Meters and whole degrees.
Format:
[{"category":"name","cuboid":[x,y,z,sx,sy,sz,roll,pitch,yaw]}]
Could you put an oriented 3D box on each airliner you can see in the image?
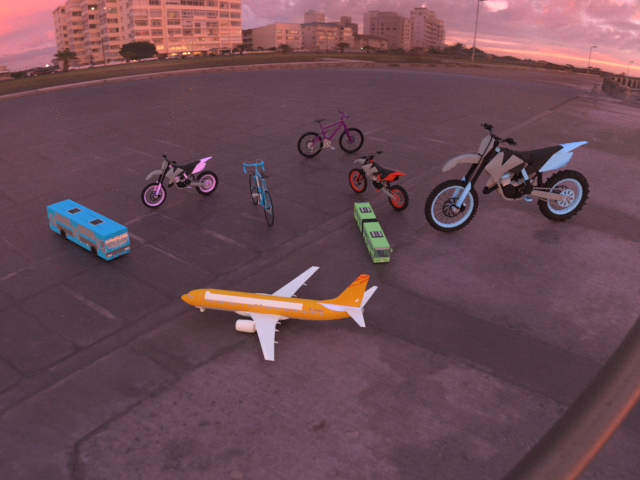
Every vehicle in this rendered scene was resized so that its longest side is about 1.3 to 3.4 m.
[{"category":"airliner","cuboid":[-0.595,0.675,8.882,2.541,0.835,2.257,6,27,12]}]

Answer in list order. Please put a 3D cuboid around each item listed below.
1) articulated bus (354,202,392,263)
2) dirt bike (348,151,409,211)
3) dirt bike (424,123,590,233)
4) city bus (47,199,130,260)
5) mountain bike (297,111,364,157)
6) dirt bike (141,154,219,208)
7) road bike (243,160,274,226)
[{"category":"articulated bus","cuboid":[0.812,-0.151,11.155,0.311,0.289,1.749,-3,27,-7]},{"category":"dirt bike","cuboid":[1.017,-1.075,12.375,0.527,0.857,1.493,-21,33,-35]},{"category":"dirt bike","cuboid":[3.079,-0.966,11.247,2.903,1.666,1.024,-6,27,-12]},{"category":"city bus","cuboid":[-3.645,-0.160,10.981,1.674,0.460,0.476,22,34,36]},{"category":"mountain bike","cuboid":[0.232,-2.174,14.572,1.469,0.868,0.573,-8,28,-16]},{"category":"dirt bike","cuboid":[-2.473,-1.075,12.375,1.493,0.857,0.527,-18,32,-32]},{"category":"road bike","cuboid":[-1.006,-0.831,11.891,0.358,0.852,1.545,-9,28,-17]}]
